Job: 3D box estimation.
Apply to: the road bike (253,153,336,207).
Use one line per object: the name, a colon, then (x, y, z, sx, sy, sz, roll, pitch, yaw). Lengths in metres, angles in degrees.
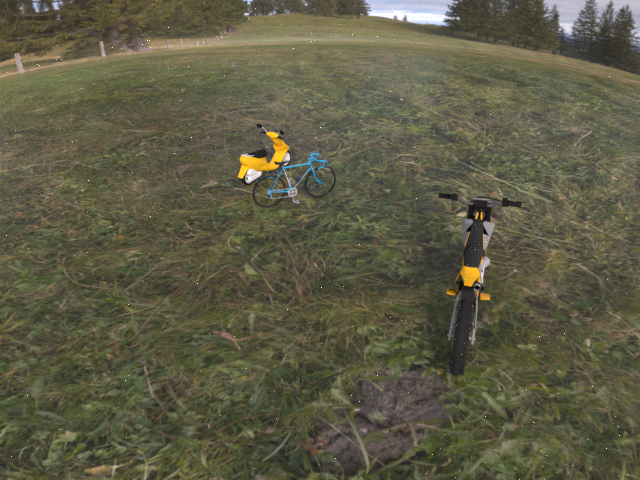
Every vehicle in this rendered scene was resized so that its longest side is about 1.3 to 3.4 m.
road bike: (-0.428, -1.030, 12.036, 1.545, 0.852, 0.358, -12, 33, -20)

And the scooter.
scooter: (-1.011, -1.606, 12.949, 0.662, 0.919, 1.399, 22, 37, 32)

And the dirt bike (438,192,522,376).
dirt bike: (1.922, 0.333, 8.920, 1.024, 1.666, 2.903, 8, 31, 13)
